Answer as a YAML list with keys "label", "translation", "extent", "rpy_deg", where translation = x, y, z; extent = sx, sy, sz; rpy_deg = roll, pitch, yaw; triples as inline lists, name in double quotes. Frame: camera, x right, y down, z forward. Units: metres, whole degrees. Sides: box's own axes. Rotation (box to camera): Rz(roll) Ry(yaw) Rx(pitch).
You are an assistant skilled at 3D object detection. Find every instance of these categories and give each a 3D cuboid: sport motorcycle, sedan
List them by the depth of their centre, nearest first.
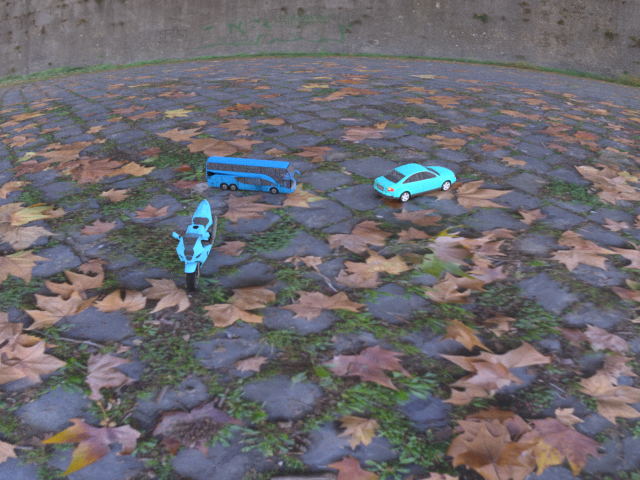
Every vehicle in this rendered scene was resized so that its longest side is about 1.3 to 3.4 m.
- label: "sport motorcycle"
  translation: [-1.748, 0.069, 10.037]
  extent: [0.506, 0.821, 1.520]
  rpy_deg: [1, 29, 1]
- label: "sedan"
  translation: [1.723, -1.099, 12.541]
  extent: [1.613, 0.483, 0.635]
  rpy_deg: [-16, 32, -26]

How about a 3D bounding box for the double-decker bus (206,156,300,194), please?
- label: "double-decker bus"
  translation: [-1.213, -1.165, 12.601]
  extent: [1.672, 0.541, 0.389]
  rpy_deg: [6, 29, 10]
